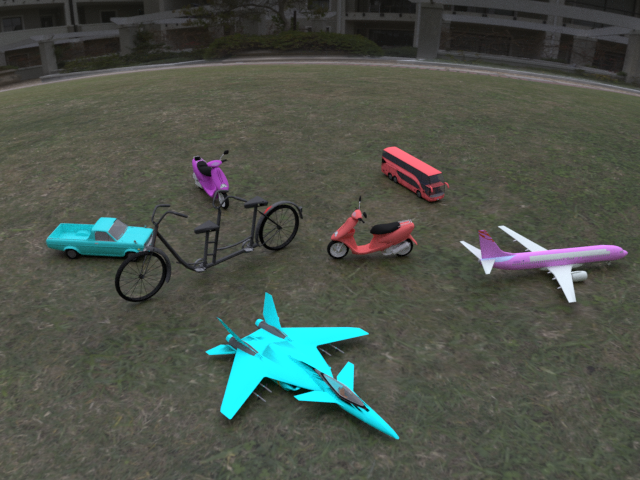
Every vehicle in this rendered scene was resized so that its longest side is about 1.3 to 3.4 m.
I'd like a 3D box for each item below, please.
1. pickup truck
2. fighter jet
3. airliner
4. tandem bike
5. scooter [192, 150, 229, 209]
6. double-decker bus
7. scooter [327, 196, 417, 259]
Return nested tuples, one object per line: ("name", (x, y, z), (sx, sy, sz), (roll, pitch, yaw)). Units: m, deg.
("pickup truck", (-3.420, -0.047, 10.957), (1.603, 0.511, 0.640), (3, 29, 5))
("fighter jet", (-0.093, 1.484, 8.100), (2.229, 0.557, 2.640), (-25, 37, -38))
("airliner", (3.441, 0.114, 10.323), (2.541, 0.835, 2.257), (-6, 29, -10))
("tandem bike", (-1.518, -0.091, 10.187), (3.192, 1.326, 0.550), (-21, 35, -34))
("scooter", (-1.984, -1.183, 12.615), (0.662, 0.919, 1.399), (-17, 33, -28))
("double-decker bus", (1.737, -1.231, 13.097), (0.389, 0.541, 1.672), (-15, 32, -25))
("scooter", (0.804, -0.137, 10.696), (1.399, 0.919, 0.662), (-2, 29, -4))
